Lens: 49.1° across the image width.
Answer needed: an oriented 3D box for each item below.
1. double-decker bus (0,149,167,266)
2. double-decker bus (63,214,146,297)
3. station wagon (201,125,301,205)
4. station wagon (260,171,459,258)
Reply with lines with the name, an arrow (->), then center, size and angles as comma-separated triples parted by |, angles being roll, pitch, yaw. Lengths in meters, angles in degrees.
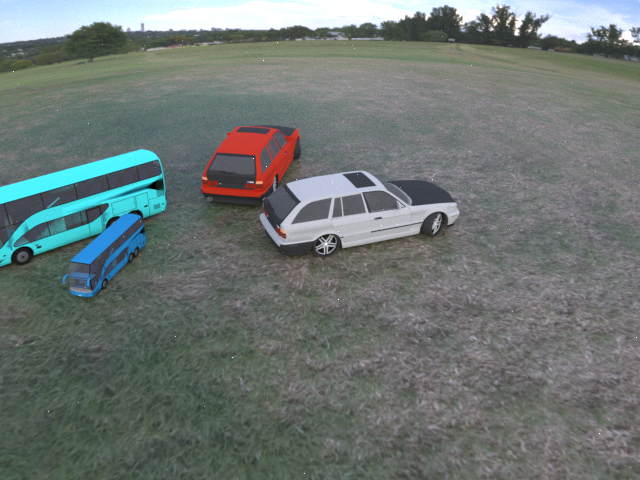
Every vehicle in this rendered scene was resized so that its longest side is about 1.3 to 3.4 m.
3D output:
double-decker bus -> -3.908, -0.481, 10.695 | 3.251, 1.052, 0.756 | -23, 36, -36
double-decker bus -> -3.013, 0.212, 9.946 | 0.389, 0.541, 1.672 | 7, 29, 13
station wagon -> -1.192, -1.626, 12.966 | 1.327, 0.920, 3.105 | 5, 29, 10
station wagon -> 0.663, -0.540, 10.944 | 3.105, 0.920, 1.327 | -10, 30, -18
